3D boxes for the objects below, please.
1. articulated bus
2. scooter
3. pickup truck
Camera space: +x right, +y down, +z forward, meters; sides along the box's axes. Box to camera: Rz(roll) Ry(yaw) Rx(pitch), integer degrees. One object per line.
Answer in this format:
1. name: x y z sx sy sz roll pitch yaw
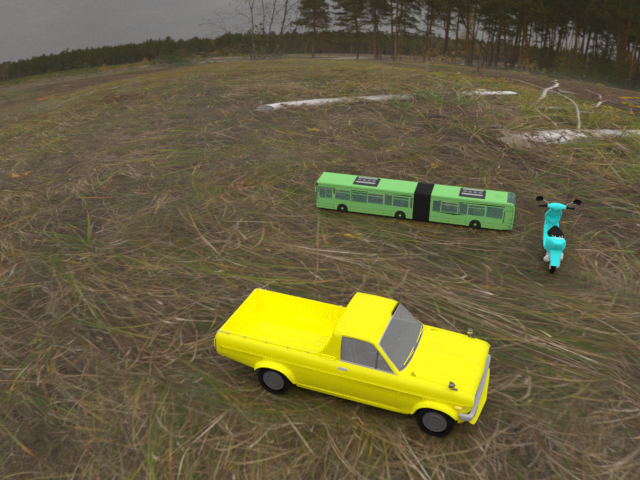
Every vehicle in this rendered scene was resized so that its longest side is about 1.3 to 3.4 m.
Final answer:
1. articulated bus: 1.585 -0.680 12.010 3.401 0.561 0.605 8 29 14
2. scooter: 3.573 -0.157 10.660 0.662 0.919 1.399 6 29 12
3. pickup truck: 0.377 1.209 8.047 3.117 0.993 1.244 11 30 19
